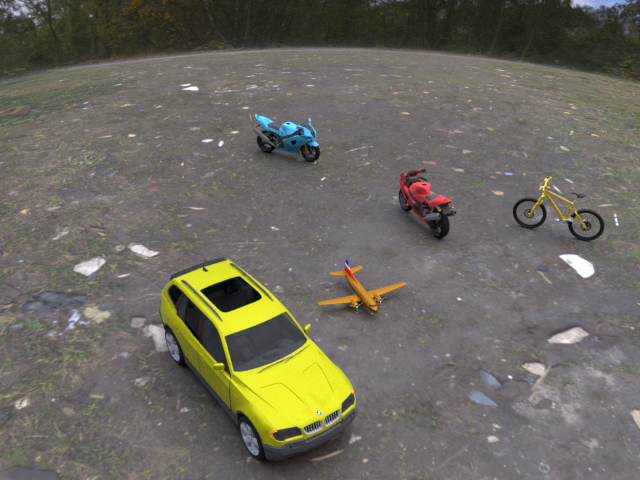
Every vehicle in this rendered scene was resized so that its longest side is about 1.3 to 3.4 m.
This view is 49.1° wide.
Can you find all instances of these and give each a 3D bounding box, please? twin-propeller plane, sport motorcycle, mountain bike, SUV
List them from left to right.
[{"bbox_3d":[-0.832,1.240,8.221,1.276,1.128,3.058,-20,35,-30],"label":"SUV"},{"bbox_3d":[-0.671,-2.092,14.290,1.520,0.821,0.506,15,33,25],"label":"sport motorcycle"},{"bbox_3d":[0.568,0.677,9.915,1.370,0.407,1.095,-12,32,-19],"label":"twin-propeller plane"},{"bbox_3d":[1.746,-0.646,11.789,0.506,0.821,1.520,-13,32,-21],"label":"sport motorcycle"},{"bbox_3d":[3.911,-0.481,11.457,1.469,0.868,0.573,15,33,24],"label":"mountain bike"}]
